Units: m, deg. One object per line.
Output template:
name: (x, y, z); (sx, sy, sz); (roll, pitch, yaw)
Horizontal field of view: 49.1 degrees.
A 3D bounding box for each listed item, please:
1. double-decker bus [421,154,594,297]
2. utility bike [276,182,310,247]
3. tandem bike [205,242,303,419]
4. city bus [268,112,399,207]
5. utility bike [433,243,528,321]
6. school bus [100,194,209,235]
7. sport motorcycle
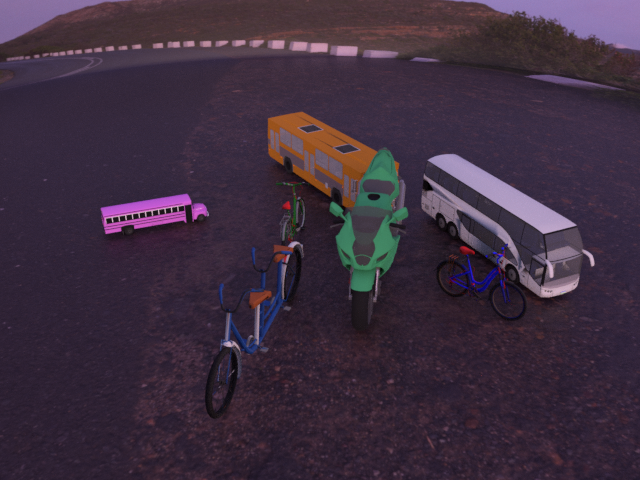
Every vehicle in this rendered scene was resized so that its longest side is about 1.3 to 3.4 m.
double-decker bus: (2.667, -0.277, 10.580); (0.756, 1.052, 3.251); (-13, 31, -22)
utility bike: (-0.464, -0.404, 10.926); (0.535, 0.946, 1.435); (6, 29, 10)
tandem bike: (-0.707, 0.743, 8.415); (0.550, 1.326, 3.192); (8, 30, 14)
city bus: (0.148, -1.444, 12.894); (0.926, 0.894, 3.255); (-16, 33, -28)
utility bike: (2.161, 0.459, 9.336); (1.435, 0.946, 0.535); (24, 36, 36)
school bus: (-2.700, -0.435, 11.519); (1.708, 0.434, 0.365); (-11, 30, -20)
sport motorcycle: (0.729, -0.090, 9.665); (0.983, 1.596, 2.955); (5, 29, 9)
